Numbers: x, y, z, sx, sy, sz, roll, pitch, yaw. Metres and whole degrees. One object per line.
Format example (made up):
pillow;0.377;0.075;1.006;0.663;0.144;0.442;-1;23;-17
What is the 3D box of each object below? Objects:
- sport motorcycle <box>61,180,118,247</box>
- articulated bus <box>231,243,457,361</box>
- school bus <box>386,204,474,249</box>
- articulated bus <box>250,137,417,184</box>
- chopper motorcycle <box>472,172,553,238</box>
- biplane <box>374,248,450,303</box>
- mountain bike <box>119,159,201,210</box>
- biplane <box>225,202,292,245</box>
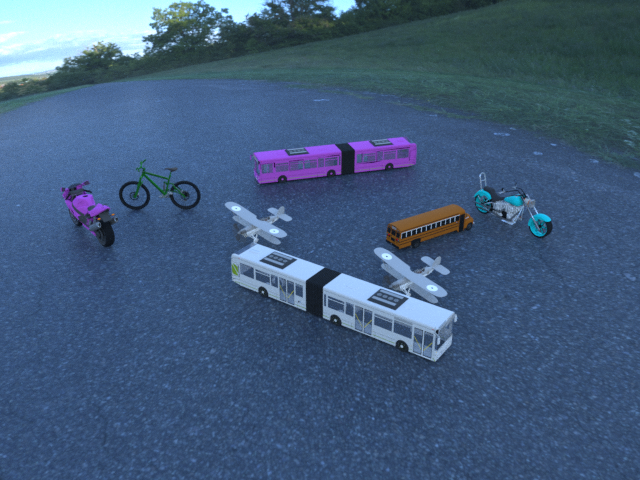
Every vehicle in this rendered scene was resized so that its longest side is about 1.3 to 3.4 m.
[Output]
sport motorcycle;-3.845;-0.442;11.654;0.506;0.821;1.520;-23;35;-37
articulated bus;0.213;0.778;9.563;3.401;0.561;0.605;18;32;31
school bus;1.879;-0.243;11.690;1.708;0.434;0.365;-17;32;-29
articulated bus;0.311;-1.638;14.268;3.401;0.561;0.605;-8;28;-15
chopper motorcycle;3.310;-0.606;12.039;0.466;0.761;1.563;-21;34;-35
biplane;1.394;0.526;10.116;1.090;0.504;1.336;-22;34;-36
mountain bike;-2.894;-0.947;12.586;1.469;0.868;0.573;0;27;-1
biplane;-0.957;-0.269;11.664;1.336;0.504;1.090;22;34;36
